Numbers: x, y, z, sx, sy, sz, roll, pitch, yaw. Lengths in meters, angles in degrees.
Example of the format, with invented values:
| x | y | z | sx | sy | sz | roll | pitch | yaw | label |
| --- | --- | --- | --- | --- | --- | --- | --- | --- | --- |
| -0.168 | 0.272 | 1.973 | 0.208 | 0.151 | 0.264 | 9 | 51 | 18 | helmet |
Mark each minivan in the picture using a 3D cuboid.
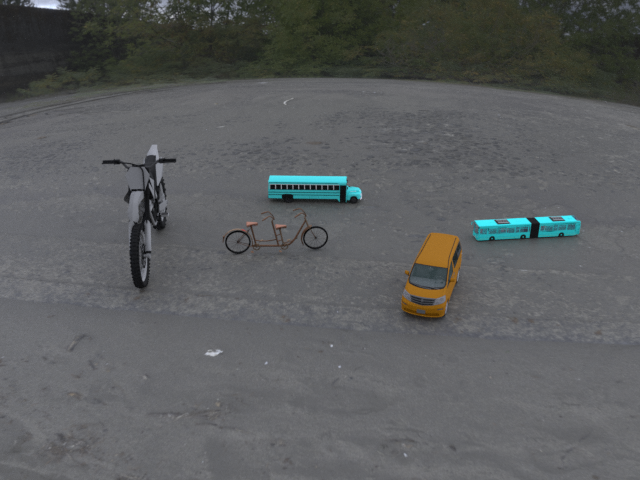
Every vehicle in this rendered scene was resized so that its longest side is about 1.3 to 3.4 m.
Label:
| x | y | z | sx | sy | sz | roll | pitch | yaw | label |
| --- | --- | --- | --- | --- | --- | --- | --- | --- | --- |
| 1.562 | 0.467 | 9.643 | 0.681 | 0.616 | 1.548 | 9 | 27 | 17 | minivan |

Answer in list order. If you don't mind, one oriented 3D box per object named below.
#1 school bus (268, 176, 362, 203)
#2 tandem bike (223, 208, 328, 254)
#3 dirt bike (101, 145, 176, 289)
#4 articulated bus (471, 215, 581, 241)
| x | y | z | sx | sy | sz | roll | pitch | yaw | label |
| --- | --- | --- | --- | --- | --- | --- | --- | --- | --- |
| -0.088 | -0.934 | 12.786 | 1.708 | 0.434 | 0.365 | 1 | 26 | 2 | school bus |
| -0.687 | -0.128 | 10.811 | 1.642 | 0.682 | 0.283 | -3 | 26 | -6 | tandem bike |
| -2.580 | -0.535 | 10.523 | 1.024 | 1.666 | 2.903 | -2 | 26 | -4 | dirt bike |
| 3.357 | -0.197 | 11.412 | 1.749 | 0.289 | 0.311 | -3 | 26 | -6 | articulated bus |
